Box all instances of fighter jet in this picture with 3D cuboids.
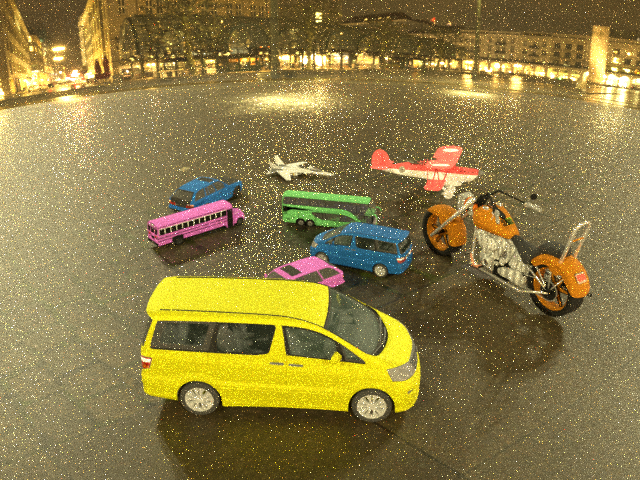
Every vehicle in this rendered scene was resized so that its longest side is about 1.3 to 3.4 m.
[{"bbox_3d":[-0.364,-1.465,14.233,1.358,0.286,1.147,7,26,14],"label":"fighter jet"}]

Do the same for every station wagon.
[{"bbox_3d":[-0.427,0.630,9.577,1.597,0.473,0.682,-18,31,-34],"label":"station wagon"},{"bbox_3d":[-2.059,-0.900,12.818,0.682,0.473,1.597,13,28,26],"label":"station wagon"}]

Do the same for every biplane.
[{"bbox_3d":[2.010,-1.325,13.123,2.120,0.981,2.598,7,26,14],"label":"biplane"}]

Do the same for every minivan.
[{"bbox_3d":[0.604,0.086,10.562,1.548,0.616,0.681,11,27,22],"label":"minivan"},{"bbox_3d":[-0.399,1.124,7.683,3.011,1.197,1.324,2,25,3],"label":"minivan"}]

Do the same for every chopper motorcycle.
[{"bbox_3d":[2.512,-0.054,9.846,0.906,1.480,3.040,-14,29,-28],"label":"chopper motorcycle"}]

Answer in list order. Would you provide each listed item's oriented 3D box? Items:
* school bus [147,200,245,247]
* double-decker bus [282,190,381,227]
[{"bbox_3d":[-2.010,-0.304,11.600,1.708,0.434,0.365,-20,32,-36],"label":"school bus"},{"bbox_3d":[0.185,-0.495,11.881,1.672,0.541,0.389,6,26,13],"label":"double-decker bus"}]
